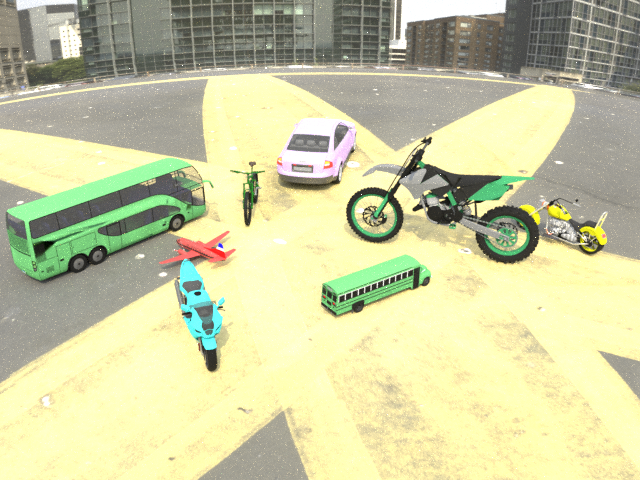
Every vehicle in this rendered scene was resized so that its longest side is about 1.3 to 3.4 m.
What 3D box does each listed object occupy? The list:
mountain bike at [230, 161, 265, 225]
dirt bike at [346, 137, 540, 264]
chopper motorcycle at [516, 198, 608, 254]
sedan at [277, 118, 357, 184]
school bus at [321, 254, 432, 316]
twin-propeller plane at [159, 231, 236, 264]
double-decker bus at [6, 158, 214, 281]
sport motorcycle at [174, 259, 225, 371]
[{"bbox_3d":[-1.165,-0.862,11.806,0.573,0.868,1.469,1,27,2],"label":"mountain bike"},{"bbox_3d":[1.777,-0.557,10.315,2.903,1.666,1.024,9,28,17],"label":"dirt bike"},{"bbox_3d":[3.726,-0.319,10.848,0.466,0.761,1.563,-20,33,-34],"label":"chopper motorcycle"},{"bbox_3d":[-0.006,-1.934,13.854,1.235,0.940,3.137,5,27,10],"label":"sedan"},{"bbox_3d":[0.808,0.572,9.444,1.708,0.434,0.365,-17,32,-31],"label":"school bus"},{"bbox_3d":[-1.781,0.099,10.411,1.095,0.407,1.370,20,33,35],"label":"twin-propeller plane"},{"bbox_3d":[-3.099,-0.421,10.728,0.756,1.052,3.251,21,34,36],"label":"double-decker bus"},{"bbox_3d":[-1.449,0.885,8.392,0.506,0.821,1.520,-9,28,-17],"label":"sport motorcycle"}]
